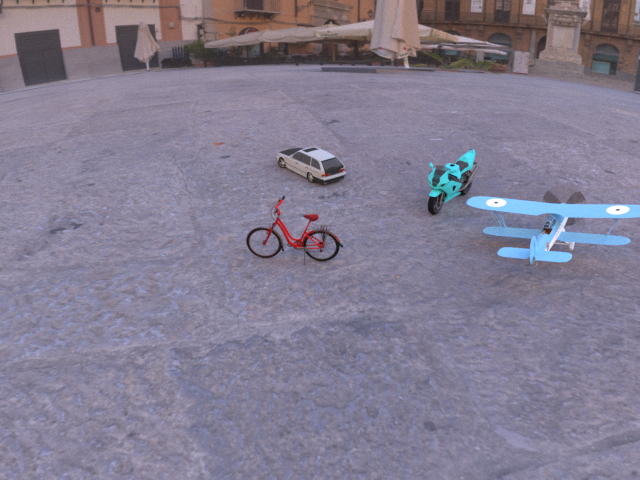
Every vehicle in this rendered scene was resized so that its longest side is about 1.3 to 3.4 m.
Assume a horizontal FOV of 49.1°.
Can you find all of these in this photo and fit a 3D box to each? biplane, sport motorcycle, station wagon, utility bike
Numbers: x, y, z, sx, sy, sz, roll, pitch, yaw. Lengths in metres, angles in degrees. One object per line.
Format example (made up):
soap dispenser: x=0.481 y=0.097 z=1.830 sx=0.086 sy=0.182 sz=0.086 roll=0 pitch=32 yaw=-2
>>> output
biplane: x=3.271 y=-0.125 z=10.131 sx=2.598 sy=0.981 sz=2.120 roll=14 pitch=30 yaw=26
sport motorcycle: x=2.267 y=-1.010 z=12.041 sx=0.506 sy=0.821 sz=1.520 roll=19 pitch=32 yaw=32
station wagon: x=-0.200 y=-1.521 z=13.427 sx=0.682 sy=0.473 sz=1.597 roll=-19 pitch=33 yaw=-33
utility bike: x=-0.380 y=-0.094 z=10.108 sx=1.435 sy=0.946 sz=0.535 roll=3 pitch=27 yaw=6
